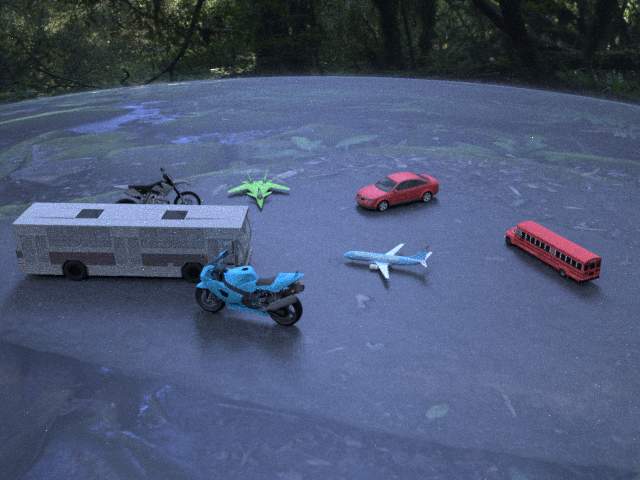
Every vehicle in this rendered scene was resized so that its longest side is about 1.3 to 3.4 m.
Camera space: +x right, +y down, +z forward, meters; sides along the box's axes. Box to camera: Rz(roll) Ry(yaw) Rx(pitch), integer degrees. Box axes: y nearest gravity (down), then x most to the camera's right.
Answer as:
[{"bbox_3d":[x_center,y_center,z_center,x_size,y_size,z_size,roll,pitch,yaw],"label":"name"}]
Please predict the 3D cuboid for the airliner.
[{"bbox_3d":[0.979,0.197,10.376,1.307,0.429,1.161,7,27,15],"label":"airliner"}]

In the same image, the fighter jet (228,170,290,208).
[{"bbox_3d":[-1.125,-0.938,12.911,1.147,0.286,1.358,-3,26,-7],"label":"fighter jet"}]

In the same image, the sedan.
[{"bbox_3d":[1.400,-0.926,12.658,1.613,0.483,0.635,-12,28,-24],"label":"sedan"}]

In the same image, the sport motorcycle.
[{"bbox_3d":[-0.919,0.649,8.979,1.520,0.821,0.506,8,27,16],"label":"sport motorcycle"}]

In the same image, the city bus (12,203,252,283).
[{"bbox_3d":[-2.660,0.036,10.174,3.255,0.894,0.926,1,26,2],"label":"city bus"}]

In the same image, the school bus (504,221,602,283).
[{"bbox_3d":[3.442,0.127,10.517,0.365,0.434,1.708,-12,28,-24],"label":"school bus"}]

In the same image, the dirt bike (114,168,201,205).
[{"bbox_3d":[-2.767,-0.723,11.803,1.493,0.857,0.527,-8,27,-16],"label":"dirt bike"}]
